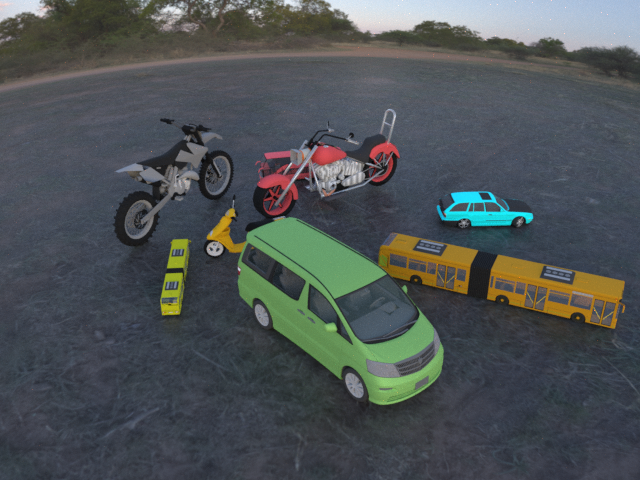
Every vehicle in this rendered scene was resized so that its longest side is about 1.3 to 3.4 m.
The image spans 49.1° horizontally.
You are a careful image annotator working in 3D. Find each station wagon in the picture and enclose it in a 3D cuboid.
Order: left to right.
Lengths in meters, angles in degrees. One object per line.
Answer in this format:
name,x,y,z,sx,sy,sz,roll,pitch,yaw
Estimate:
station wagon,2.838,-0.545,11.995,1.597,0.473,0.682,-1,29,-2

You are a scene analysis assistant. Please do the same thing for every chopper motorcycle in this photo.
chopper motorcycle,0.173,-1.365,12.440,3.040,1.480,0.906,-18,34,-29

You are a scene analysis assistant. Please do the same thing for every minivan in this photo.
minivan,0.196,0.796,8.817,1.324,1.197,3.011,-22,36,-34

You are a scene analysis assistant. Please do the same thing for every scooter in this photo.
scooter,-1.122,-0.173,10.861,1.399,0.919,0.662,-5,29,-8

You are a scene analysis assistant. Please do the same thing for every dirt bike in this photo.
dirt bike,-2.405,-1.084,11.738,1.024,1.666,2.903,17,33,27

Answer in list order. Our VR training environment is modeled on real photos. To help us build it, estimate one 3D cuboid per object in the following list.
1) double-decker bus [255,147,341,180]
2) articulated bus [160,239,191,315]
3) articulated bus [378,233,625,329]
double-decker bus,-0.395,-1.454,13.573,1.672,0.541,0.389,-7,30,-12
articulated bus,-2.110,0.509,10.278,0.311,0.289,1.749,-2,29,-4
articulated bus,2.501,0.538,9.943,3.401,0.561,0.605,13,31,22
